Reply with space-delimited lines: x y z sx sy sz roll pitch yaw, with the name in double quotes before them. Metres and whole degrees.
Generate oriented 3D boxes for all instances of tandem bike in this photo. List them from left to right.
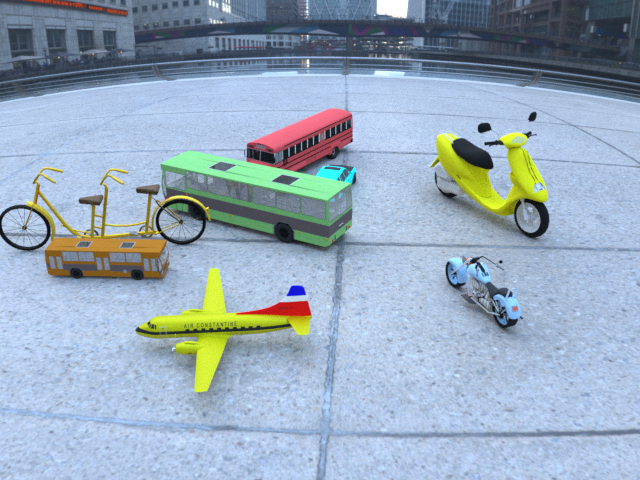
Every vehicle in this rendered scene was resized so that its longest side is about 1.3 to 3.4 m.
"tandem bike" -3.286 -0.471 10.617 3.192 1.326 0.550 -2 27 -5

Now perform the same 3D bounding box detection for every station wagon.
"station wagon" 0.237 -1.109 12.849 0.682 0.473 1.597 7 27 14

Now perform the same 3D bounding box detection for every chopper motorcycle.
"chopper motorcycle" 2.127 0.540 9.224 0.466 0.761 1.563 -10 28 -19

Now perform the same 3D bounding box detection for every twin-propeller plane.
"twin-propeller plane" -1.160 0.925 8.420 2.129 0.792 2.663 -2 27 -4

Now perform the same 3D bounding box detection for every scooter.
"scooter" 2.812 -1.254 11.668 1.288 1.786 2.721 -16 31 -29

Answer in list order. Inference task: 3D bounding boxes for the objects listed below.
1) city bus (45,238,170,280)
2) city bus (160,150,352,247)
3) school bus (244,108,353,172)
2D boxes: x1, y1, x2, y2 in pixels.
"city bus" -3.052 0.272 10.098 1.674 0.460 0.476 1 27 2
"city bus" -1.091 -0.691 11.539 3.255 0.894 0.926 14 30 26
"school bus" -0.483 -1.798 13.812 0.709 0.844 3.322 17 31 30
